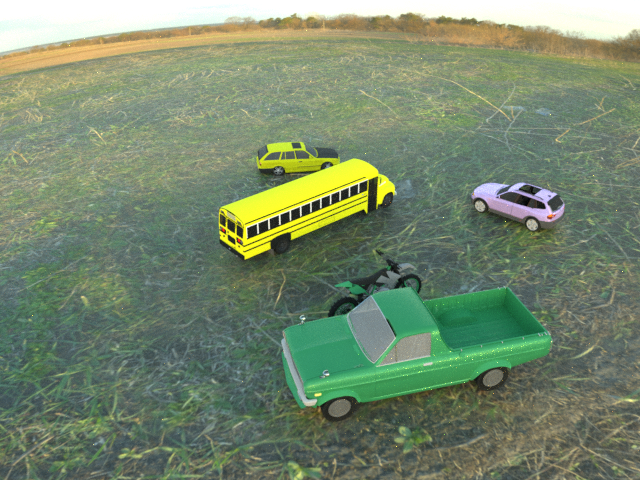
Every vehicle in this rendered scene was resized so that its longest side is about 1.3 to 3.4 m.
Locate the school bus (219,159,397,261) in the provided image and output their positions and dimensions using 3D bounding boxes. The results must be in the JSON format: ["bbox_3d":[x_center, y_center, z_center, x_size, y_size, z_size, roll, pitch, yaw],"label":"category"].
[{"bbox_3d":[-0.079,-0.591,11.374,3.322,0.844,0.709,-24,38,-34],"label":"school bus"}]

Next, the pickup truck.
[{"bbox_3d":[1.119,1.168,8.282,3.117,0.993,1.244,-8,32,-13],"label":"pickup truck"}]

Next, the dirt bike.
[{"bbox_3d":[0.750,0.647,9.287,1.493,0.857,0.527,-17,35,-26],"label":"dirt bike"}]

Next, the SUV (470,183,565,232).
[{"bbox_3d":[3.312,-0.659,11.746,1.572,0.580,0.656,25,39,35],"label":"SUV"}]

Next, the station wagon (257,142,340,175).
[{"bbox_3d":[-0.414,-1.604,13.436,1.597,0.473,0.682,-5,31,-8],"label":"station wagon"}]
